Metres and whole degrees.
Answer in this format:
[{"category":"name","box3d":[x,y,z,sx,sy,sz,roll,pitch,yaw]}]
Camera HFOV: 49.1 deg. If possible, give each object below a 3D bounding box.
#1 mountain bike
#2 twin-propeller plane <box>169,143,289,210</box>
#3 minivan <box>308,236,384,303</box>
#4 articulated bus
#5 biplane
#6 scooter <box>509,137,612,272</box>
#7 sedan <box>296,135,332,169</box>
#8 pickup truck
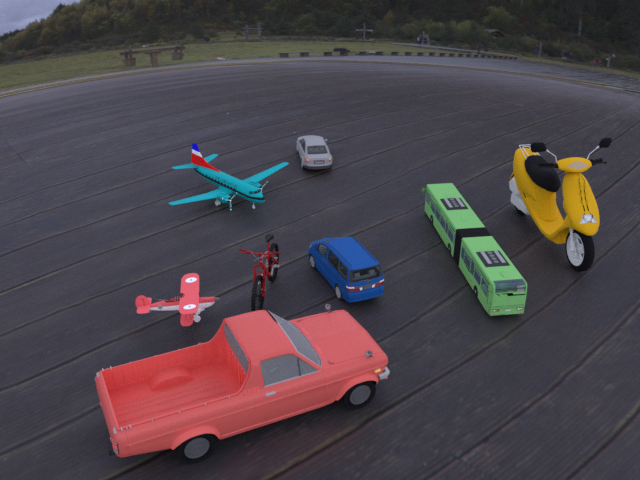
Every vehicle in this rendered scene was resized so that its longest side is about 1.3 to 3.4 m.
[{"category":"mountain bike","box3d":[-0.756,0.399,9.681,0.573,0.868,1.469,4,28,8]},{"category":"twin-propeller plane","box3d":[-1.706,-1.153,12.666,2.663,0.792,2.129,-25,37,-38]},{"category":"minivan","box3d":[0.344,0.312,10.111,0.681,0.616,1.548,-11,30,-20]},{"category":"articulated bus","box3d":[2.274,0.021,10.714,0.605,0.561,3.401,-4,28,-7]},{"category":"biplane","box3d":[-1.875,0.829,9.262,1.090,0.504,1.336,-4,28,-8]},{"category":"scooter","box3d":[3.669,-0.832,11.010,1.288,1.786,2.721,-5,29,-9]},{"category":"sedan","box3d":[-0.130,-1.875,14.344,0.635,0.483,1.613,-4,28,-7]},{"category":"pickup truck","box3d":[-0.804,1.429,7.623,3.117,0.993,1.244,-13,31,-22]}]
